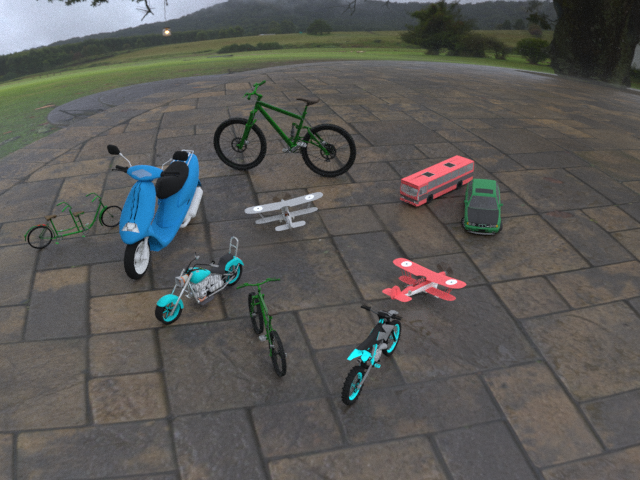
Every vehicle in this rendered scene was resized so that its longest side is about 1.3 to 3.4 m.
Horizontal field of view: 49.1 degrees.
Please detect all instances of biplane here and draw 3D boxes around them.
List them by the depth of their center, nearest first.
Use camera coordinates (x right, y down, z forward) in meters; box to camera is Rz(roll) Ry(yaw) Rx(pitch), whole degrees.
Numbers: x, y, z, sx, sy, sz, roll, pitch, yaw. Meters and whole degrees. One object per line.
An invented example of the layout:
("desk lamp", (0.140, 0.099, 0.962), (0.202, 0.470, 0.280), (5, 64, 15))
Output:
("biplane", (1.391, 0.632, 9.859), (1.090, 0.504, 1.336), (-20, 35, -31))
("biplane", (-0.581, -0.424, 11.755), (1.336, 0.504, 1.090), (-5, 30, -9))

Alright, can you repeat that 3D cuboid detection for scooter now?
("scooter", (-2.479, -0.721, 10.970), (1.288, 1.786, 2.721), (6, 30, 11))

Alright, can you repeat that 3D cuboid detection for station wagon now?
("station wagon", (2.825, -0.626, 12.149), (0.682, 0.473, 1.597), (6, 30, 10))

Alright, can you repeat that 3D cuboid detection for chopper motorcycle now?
("chopper motorcycle", (-1.664, 0.552, 9.739), (0.466, 0.761, 1.563), (22, 36, 34))

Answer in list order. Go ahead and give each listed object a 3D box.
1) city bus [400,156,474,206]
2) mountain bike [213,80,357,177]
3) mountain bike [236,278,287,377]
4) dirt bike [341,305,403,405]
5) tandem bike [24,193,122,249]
("city bus", (2.186, -1.093, 13.001), (1.674, 0.460, 0.476), (-25, 37, -37))
("mountain bike", (-0.704, -2.065, 13.485), (2.857, 1.688, 1.114), (5, 30, 10))
("mountain bike", (-0.678, 1.032, 8.767), (0.573, 0.868, 1.469), (-11, 31, -18))
("dirt bike", (0.638, 1.281, 8.332), (0.527, 0.857, 1.493), (16, 33, 26))
("tandem bike", (-4.001, -0.336, 11.415), (1.642, 0.682, 0.283), (-20, 35, -32))
